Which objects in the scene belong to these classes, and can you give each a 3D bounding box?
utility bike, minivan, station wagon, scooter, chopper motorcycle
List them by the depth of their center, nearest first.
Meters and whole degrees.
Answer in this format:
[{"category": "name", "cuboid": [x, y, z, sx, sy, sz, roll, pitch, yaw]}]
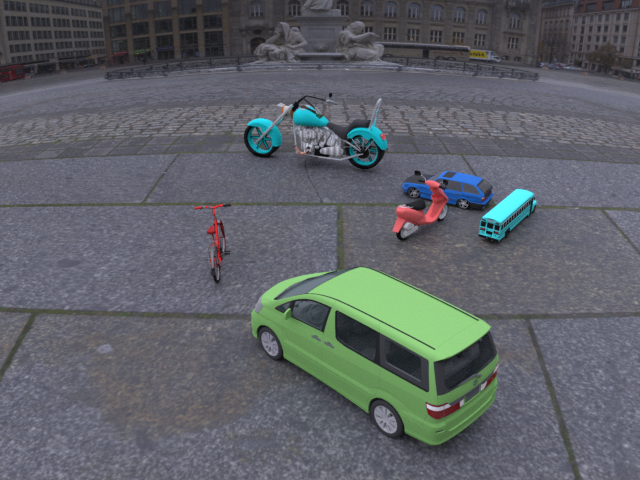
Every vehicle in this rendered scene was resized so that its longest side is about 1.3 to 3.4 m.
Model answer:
[{"category": "minivan", "cuboid": [0.481, 1.030, 7.832, 1.324, 1.197, 3.011, -24, 35, -38]}, {"category": "utility bike", "cuboid": [-1.543, -0.015, 10.151, 0.535, 0.946, 1.435, -1, 27, -2]}, {"category": "scooter", "cuboid": [1.663, -0.571, 11.267, 0.662, 0.919, 1.399, 24, 36, 39]}, {"category": "station wagon", "cuboid": [2.268, -0.960, 12.517, 1.597, 0.473, 0.682, 15, 31, 26]}, {"category": "chopper motorcycle", "cuboid": [-0.127, -2.221, 13.878, 3.040, 1.480, 0.906, 11, 29, 20]}]

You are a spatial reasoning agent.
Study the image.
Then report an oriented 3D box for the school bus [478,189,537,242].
[{"category": "school bus", "cuboid": [3.142, -0.445, 11.552, 0.365, 0.434, 1.708, 18, 32, 31]}]
